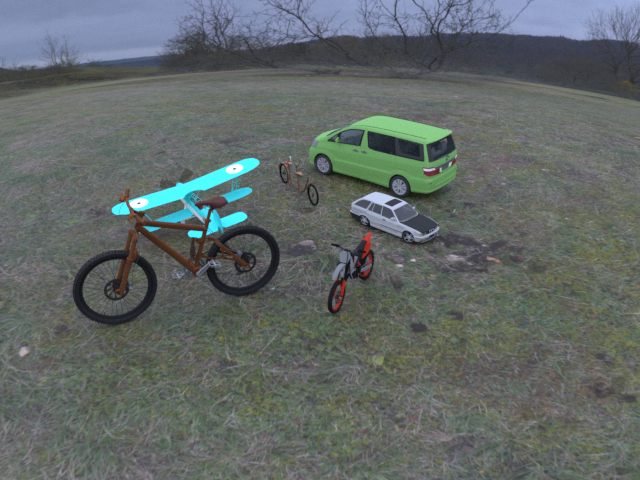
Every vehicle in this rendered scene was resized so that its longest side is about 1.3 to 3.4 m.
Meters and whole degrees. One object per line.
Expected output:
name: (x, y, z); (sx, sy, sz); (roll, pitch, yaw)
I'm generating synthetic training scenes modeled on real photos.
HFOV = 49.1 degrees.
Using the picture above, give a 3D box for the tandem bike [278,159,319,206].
tandem bike: (-0.420, -1.195, 13.215); (0.283, 0.682, 1.642); (-14, 30, -25)

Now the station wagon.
station wagon: (1.271, -0.419, 11.943); (1.597, 0.473, 0.682); (24, 36, 38)

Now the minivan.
minivan: (1.171, -1.779, 13.783); (3.011, 1.197, 1.324); (20, 34, 34)

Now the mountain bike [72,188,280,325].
mountain bike: (-1.891, 0.196, 9.434); (2.857, 1.688, 1.114); (-12, 30, -21)

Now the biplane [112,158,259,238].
biplane: (-2.055, -0.541, 11.626); (2.598, 0.981, 2.120); (-15, 31, -26)

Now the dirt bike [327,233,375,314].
dirt bike: (0.466, 0.406, 9.933); (0.527, 0.857, 1.493); (13, 30, 24)
